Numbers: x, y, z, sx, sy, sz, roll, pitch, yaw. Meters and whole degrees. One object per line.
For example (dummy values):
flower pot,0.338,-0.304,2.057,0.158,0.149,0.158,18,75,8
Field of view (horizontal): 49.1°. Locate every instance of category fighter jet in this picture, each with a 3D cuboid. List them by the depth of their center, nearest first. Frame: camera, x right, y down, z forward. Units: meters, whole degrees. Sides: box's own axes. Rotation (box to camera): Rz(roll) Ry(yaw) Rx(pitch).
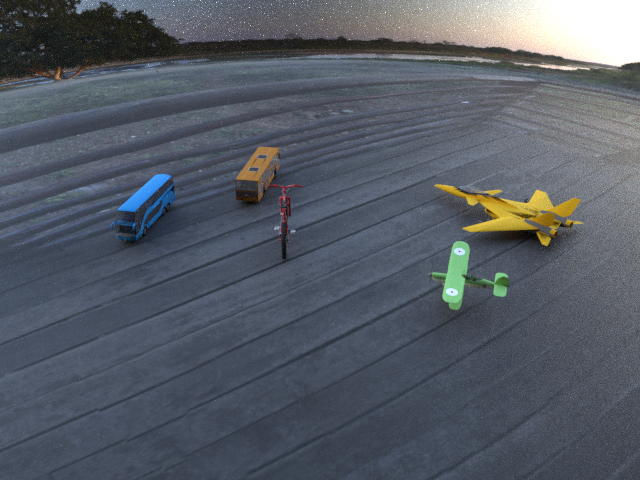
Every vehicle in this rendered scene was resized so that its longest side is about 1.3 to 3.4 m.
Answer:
fighter jet,2.994,-0.702,11.854,2.229,0.557,2.640,-24,36,-37

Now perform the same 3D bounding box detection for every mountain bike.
mountain bike,-0.546,-0.340,10.839,0.573,0.868,1.469,0,28,-1

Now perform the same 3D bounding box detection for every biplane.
biplane,2.007,0.566,9.517,1.090,0.504,1.336,7,29,14

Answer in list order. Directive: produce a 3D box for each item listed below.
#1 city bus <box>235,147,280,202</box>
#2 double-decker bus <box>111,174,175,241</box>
city bus,-1.129,-1.211,12.917,0.476,0.460,1.674,5,28,9
double-decker bus,-2.876,-0.535,11.555,0.389,0.541,1.672,6,28,11
